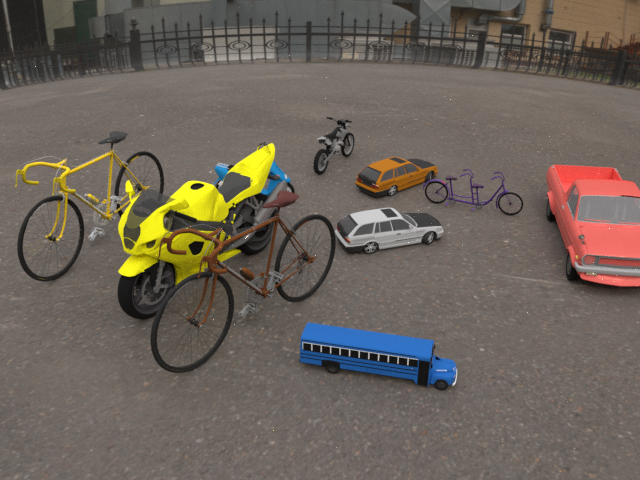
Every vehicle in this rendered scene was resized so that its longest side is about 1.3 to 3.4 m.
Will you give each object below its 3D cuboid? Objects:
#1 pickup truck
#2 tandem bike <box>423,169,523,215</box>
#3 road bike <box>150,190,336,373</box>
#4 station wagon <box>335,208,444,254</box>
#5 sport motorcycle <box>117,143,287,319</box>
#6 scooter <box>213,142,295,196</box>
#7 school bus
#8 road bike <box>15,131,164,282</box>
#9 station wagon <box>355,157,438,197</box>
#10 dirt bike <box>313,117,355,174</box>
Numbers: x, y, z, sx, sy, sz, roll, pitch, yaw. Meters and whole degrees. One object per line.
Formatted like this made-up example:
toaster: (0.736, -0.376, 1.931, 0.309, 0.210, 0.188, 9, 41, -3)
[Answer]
pickup truck: (4.084, -0.398, 10.204, 1.244, 0.993, 3.117, 4, 28, 7)
tandem bike: (2.470, -0.812, 11.337, 1.642, 0.682, 0.283, 11, 29, 20)
road bike: (-0.763, 0.342, 8.064, 0.696, 1.656, 3.004, 21, 34, 35)
station wagon: (1.045, -0.198, 10.382, 1.597, 0.473, 0.682, -9, 29, -16)
sport motorcycle: (-1.508, -0.179, 9.131, 0.983, 1.596, 2.955, 18, 32, 30)
scooter: (-1.117, -1.099, 11.630, 1.399, 0.919, 0.662, 3, 28, 6)
school bus: (0.639, 1.256, 7.633, 1.708, 0.434, 0.365, 7, 28, 12)
road bike: (-3.156, -0.622, 9.917, 0.696, 1.656, 3.004, 12, 30, 22)
station wagon: (1.380, -1.192, 12.291, 1.597, 0.473, 0.682, -21, 34, -34)
dirt bike: (0.273, -1.805, 13.054, 0.527, 0.857, 1.493, 15, 31, 27)
